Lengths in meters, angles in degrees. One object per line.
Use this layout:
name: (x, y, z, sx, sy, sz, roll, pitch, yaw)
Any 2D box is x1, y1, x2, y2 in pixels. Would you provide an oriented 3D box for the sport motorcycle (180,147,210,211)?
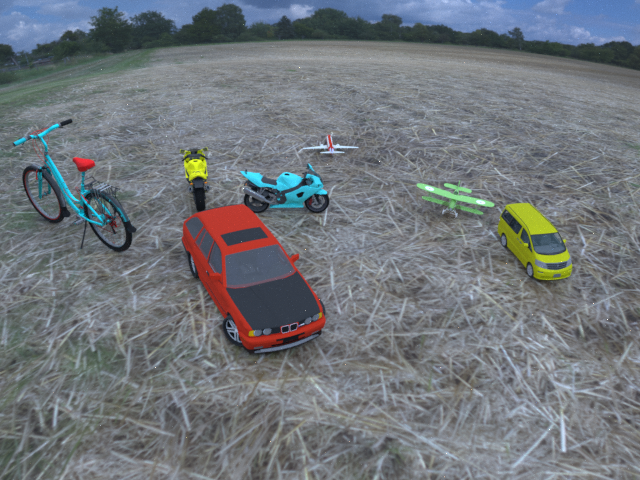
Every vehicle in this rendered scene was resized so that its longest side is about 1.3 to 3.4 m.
sport motorcycle: (-2.208, -1.122, 12.562, 0.506, 0.821, 1.520, -6, 29, -11)

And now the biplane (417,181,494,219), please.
biplane: (2.354, -0.717, 12.147, 1.336, 0.504, 1.090, 8, 30, 15)

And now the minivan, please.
minivan: (3.277, 0.010, 10.688, 0.681, 0.616, 1.548, -5, 29, -9)

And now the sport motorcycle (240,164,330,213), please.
sport motorcycle: (-0.594, -0.848, 12.057, 1.520, 0.821, 0.506, 0, 28, 1)

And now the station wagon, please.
station wagon: (-1.004, 0.370, 9.702, 1.327, 0.920, 3.105, -12, 31, -22)

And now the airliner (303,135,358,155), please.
airliner: (0.218, -2.080, 14.744, 1.161, 0.429, 1.307, -1, 28, -3)

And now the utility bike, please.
utility bike: (-3.950, -0.810, 10.917, 2.791, 1.839, 1.039, 19, 34, 31)
